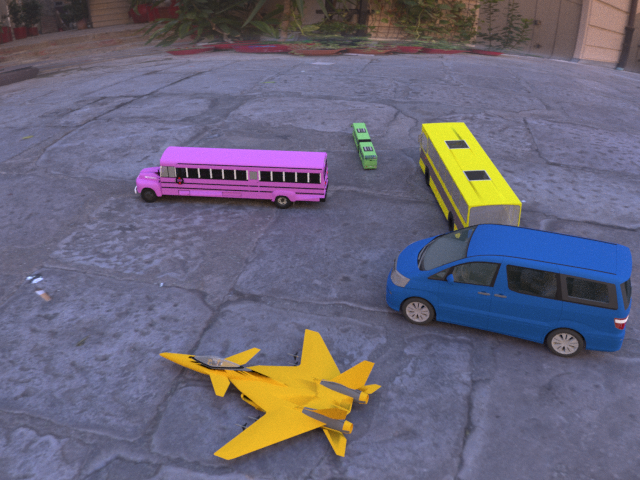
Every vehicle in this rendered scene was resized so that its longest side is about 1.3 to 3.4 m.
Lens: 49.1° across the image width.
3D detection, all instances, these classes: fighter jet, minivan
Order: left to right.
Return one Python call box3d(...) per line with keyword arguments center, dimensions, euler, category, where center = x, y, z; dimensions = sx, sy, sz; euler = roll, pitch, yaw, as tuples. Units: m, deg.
box3d(center=(-0.732, 1.503, 7.913), dimensions=(2.640, 0.557, 2.229), euler=(13, 33, 20), category="fighter jet")
box3d(center=(2.365, 0.503, 8.961), dimensions=(3.011, 1.197, 1.324), euler=(11, 33, 18), category="minivan")

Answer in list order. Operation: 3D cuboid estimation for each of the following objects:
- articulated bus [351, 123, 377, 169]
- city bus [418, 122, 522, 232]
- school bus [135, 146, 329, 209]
box3d(center=(0.873, -1.880, 13.829), dimensions=(0.311, 0.289, 1.749), euler=(-3, 31, -4), category="articulated bus")
box3d(center=(2.393, -0.945, 11.676), dimensions=(0.926, 0.894, 3.255), euler=(-3, 31, -4), category="city bus")
box3d(center=(-1.530, -1.097, 11.980), dimensions=(3.322, 0.844, 0.709), euler=(3, 31, 5), category="school bus")
